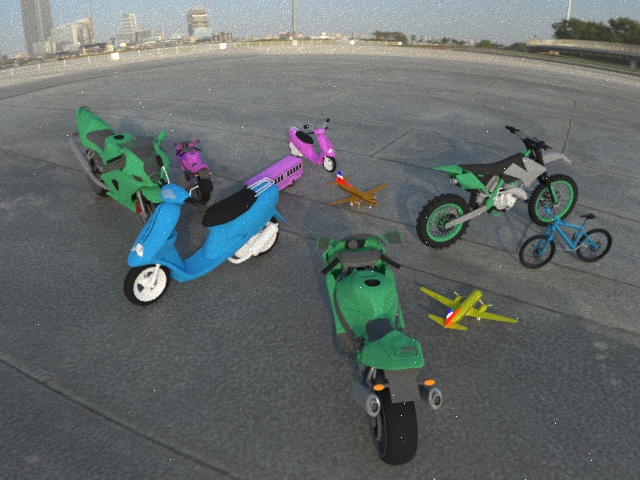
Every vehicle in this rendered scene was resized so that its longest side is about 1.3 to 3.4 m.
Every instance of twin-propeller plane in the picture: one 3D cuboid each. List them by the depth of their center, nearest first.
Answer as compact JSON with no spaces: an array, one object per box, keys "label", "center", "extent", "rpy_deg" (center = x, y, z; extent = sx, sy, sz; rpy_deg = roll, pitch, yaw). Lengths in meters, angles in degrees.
[{"label":"twin-propeller plane","center":[1.868,0.851,9.080],"extent":[1.370,0.407,1.095],"rpy_deg":[19,34,31]},{"label":"twin-propeller plane","center":[0.630,-0.875,12.254],"extent":[1.370,0.407,1.095],"rpy_deg":[-21,35,-33]}]

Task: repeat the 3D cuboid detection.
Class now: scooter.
[{"label":"scooter","center":[-1.558,-0.263,9.684],"extent":[2.721,1.786,1.288],"rpy_deg":[-24,37,-37]},{"label":"scooter","center":[-0.165,-1.903,13.608],"extent":[0.662,0.919,1.399],"rpy_deg":[-23,36,-36]}]

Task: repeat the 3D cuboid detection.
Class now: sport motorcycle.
[{"label":"sport motorcycle","center":[0.559,0.993,7.574],"extent":[0.983,1.596,2.955],"rpy_deg":[-4,29,-8]},{"label":"sport motorcycle","center":[-3.256,-1.152,11.517],"extent":[0.983,1.596,2.955],"rpy_deg":[-21,35,-33]},{"label":"sport motorcycle","center":[-2.250,-1.254,12.516],"extent":[0.506,0.821,1.520],"rpy_deg":[-12,31,-21]}]

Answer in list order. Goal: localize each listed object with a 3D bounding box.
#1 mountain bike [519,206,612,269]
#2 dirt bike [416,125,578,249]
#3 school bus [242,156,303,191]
[{"label":"mountain bike","center":[3.601,-0.011,10.183],"extent":[1.469,0.868,0.573],"rpy_deg":[-6,29,-10]},{"label":"dirt bike","center":[2.809,-0.790,10.779],"extent":[2.903,1.666,1.024],"rpy_deg":[-10,30,-18]},{"label":"school bus","center":[-0.887,-1.015,12.482],"extent":[0.365,0.434,1.708],"rpy_deg":[15,32,26]}]
